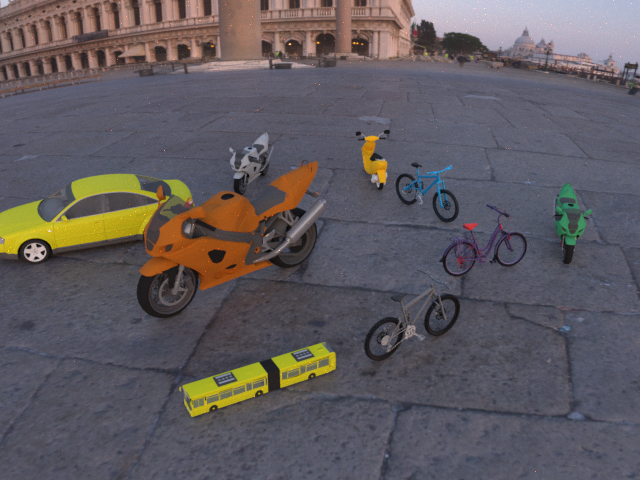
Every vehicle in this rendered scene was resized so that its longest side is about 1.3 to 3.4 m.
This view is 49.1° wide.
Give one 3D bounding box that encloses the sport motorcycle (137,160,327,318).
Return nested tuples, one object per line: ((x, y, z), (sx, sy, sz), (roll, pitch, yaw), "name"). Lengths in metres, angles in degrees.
((-1.148, -0.055, 9.373), (2.955, 1.596, 0.983), (-22, 34, -37), "sport motorcycle")

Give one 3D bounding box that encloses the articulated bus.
((-0.646, 1.514, 7.696), (1.749, 0.289, 0.311), (-13, 29, -25), "articulated bus")

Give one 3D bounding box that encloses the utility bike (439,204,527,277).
((2.332, 0.001, 9.988), (1.435, 0.946, 0.535), (-9, 28, -17), "utility bike")

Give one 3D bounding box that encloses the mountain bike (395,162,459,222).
((1.793, -0.862, 11.802), (0.573, 0.868, 1.469), (-19, 32, -33), "mountain bike")

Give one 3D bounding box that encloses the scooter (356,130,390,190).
((1.015, -1.560, 13.141), (0.662, 0.919, 1.399), (-5, 27, -9), "scooter")

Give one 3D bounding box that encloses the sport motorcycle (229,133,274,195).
((-1.267, -1.419, 12.969), (0.506, 0.821, 1.520), (8, 28, 16), "sport motorcycle")

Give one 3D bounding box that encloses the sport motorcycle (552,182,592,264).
((3.771, -0.269, 10.668), (0.506, 0.821, 1.520), (6, 27, 12), "sport motorcycle")

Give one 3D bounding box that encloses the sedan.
((-3.526, -0.446, 10.890), (3.137, 0.940, 1.235), (-10, 28, -20), "sedan")

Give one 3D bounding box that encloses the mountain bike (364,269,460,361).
((1.124, 0.898, 8.280), (1.469, 0.868, 0.573), (-17, 31, -30), "mountain bike")
